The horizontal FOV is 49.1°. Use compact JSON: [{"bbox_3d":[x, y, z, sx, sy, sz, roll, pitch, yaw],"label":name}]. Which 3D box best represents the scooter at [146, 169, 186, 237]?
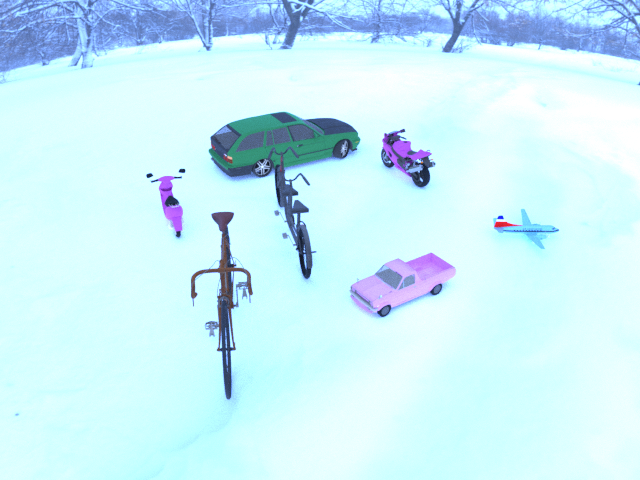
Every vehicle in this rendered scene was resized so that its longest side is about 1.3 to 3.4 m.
[{"bbox_3d":[-2.539,-0.686,11.868,0.662,0.919,1.399,-10,32,-17],"label":"scooter"}]

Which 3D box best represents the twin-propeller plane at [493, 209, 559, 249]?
[{"bbox_3d":[3.424,-0.225,11.584,1.095,0.407,1.370,0,30,1],"label":"twin-propeller plane"}]

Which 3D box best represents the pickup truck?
[{"bbox_3d":[1.210,0.569,10.118,1.603,0.511,0.640,-19,35,-29],"label":"pickup truck"}]

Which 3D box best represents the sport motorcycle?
[{"bbox_3d":[1.650,-1.601,13.536,0.506,0.821,1.520,-17,34,-26],"label":"sport motorcycle"}]

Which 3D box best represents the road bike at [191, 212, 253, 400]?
[{"bbox_3d":[-1.196,0.611,8.907,0.697,1.656,3.004,-3,30,-5],"label":"road bike"}]

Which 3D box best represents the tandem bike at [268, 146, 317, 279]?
[{"bbox_3d":[-0.472,-0.598,11.313,0.550,1.326,3.192,-6,31,-10],"label":"tandem bike"}]

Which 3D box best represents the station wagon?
[{"bbox_3d":[-0.669,-2.082,14.264,3.105,0.920,1.327,-16,34,-25],"label":"station wagon"}]
